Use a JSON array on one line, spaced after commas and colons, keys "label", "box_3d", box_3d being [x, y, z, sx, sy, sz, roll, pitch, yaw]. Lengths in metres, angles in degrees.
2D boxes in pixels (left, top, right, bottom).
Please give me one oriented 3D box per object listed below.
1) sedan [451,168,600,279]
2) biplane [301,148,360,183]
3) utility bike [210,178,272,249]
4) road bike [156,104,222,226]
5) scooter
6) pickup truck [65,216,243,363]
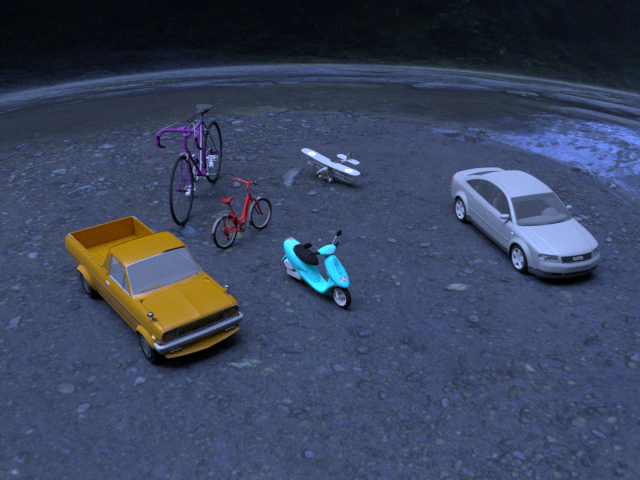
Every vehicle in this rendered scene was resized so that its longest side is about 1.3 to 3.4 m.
[{"label": "sedan", "box_3d": [3.149, -0.442, 11.002, 1.235, 0.940, 3.137, -8, 28, -15]}, {"label": "biplane", "box_3d": [0.295, -1.405, 13.366, 1.336, 0.504, 1.090, 20, 33, 34]}, {"label": "utility bike", "box_3d": [-1.276, -0.464, 11.038, 0.535, 0.946, 1.435, 18, 32, 32]}, {"label": "road bike", "box_3d": [-2.134, -1.447, 12.182, 0.696, 1.656, 3.004, 4, 27, 7]}, {"label": "scooter", "box_3d": [-0.060, 0.309, 9.555, 0.662, 0.919, 1.399, -22, 34, -36]}, {"label": "pickup truck", "box_3d": [-2.287, 0.438, 9.220, 1.244, 0.993, 3.117, -19, 33, -33]}]
